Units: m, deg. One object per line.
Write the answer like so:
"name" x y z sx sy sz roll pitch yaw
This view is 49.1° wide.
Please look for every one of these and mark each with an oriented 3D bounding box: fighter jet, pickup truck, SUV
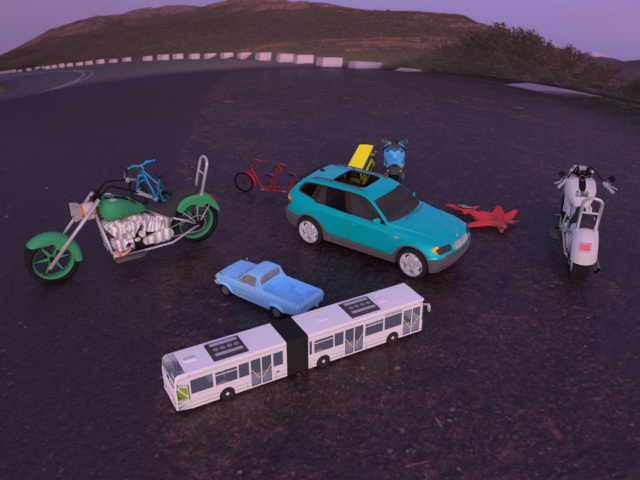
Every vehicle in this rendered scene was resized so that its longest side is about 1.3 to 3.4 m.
"fighter jet" 2.765 -0.518 12.301 1.358 0.286 1.147 23 35 37
"pickup truck" -0.731 0.632 9.836 1.603 0.511 0.640 19 33 32
"SUV" 0.881 -0.404 11.167 3.058 1.128 1.276 18 32 31

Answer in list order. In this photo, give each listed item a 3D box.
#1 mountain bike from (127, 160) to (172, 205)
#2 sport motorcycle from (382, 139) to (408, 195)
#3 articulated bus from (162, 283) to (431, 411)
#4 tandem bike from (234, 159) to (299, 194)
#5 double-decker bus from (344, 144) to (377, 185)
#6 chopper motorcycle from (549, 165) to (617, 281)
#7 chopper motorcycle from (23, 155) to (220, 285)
"mountain bike" -2.953 -0.876 12.360 1.469 0.868 0.573 22 35 36
"sport motorcycle" 1.421 -1.417 13.457 0.506 0.821 1.520 2 27 5
"articulated bus" -0.208 1.251 8.586 3.401 0.561 0.605 -14 31 -25
"tandem bike" -0.855 -1.131 13.055 1.642 0.682 0.283 9 29 16
"double-decker bus" 0.797 -1.414 13.756 0.389 0.541 1.672 6 28 12
"chopper motorcycle" 4.081 -0.528 11.023 0.906 1.480 3.040 7 28 13
"chopper motorcycle" -2.961 -0.331 10.643 3.040 1.480 0.906 -16 31 -28
